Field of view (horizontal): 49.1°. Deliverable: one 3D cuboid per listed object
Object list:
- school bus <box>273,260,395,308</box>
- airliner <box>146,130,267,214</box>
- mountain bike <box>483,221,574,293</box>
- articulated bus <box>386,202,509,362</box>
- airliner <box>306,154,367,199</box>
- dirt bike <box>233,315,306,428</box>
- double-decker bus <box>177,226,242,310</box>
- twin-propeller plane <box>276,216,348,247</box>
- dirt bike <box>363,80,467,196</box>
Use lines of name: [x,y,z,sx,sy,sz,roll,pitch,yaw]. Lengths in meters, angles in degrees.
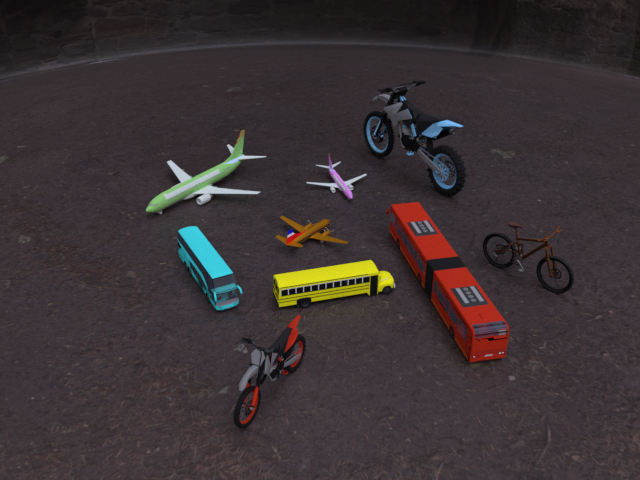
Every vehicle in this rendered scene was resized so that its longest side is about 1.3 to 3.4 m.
school bus: [0.213,0.599,9.708,1.708,0.434,0.365,-8,31,-14]
airliner: [-2.129,-1.197,12.384,2.257,0.835,2.541,21,36,31]
mountain bike: [2.964,0.186,9.983,0.573,0.868,1.469,-26,39,-37]
articulated bus: [1.692,0.444,9.847,0.605,0.561,3.401,-6,31,-10]
airliner: [0.354,-1.144,12.694,1.161,0.429,1.307,-9,32,-15]
dirt bike: [-0.540,1.420,7.882,0.527,0.857,1.493,15,33,24]
double-decker bus: [-1.604,0.396,9.949,0.389,0.541,1.672,-15,34,-24]
twin-propeller plane: [-0.170,-0.159,11.032,1.370,0.407,1.095,22,37,33]
dirt bike: [1.677,-1.970,12.883,1.024,1.666,2.903,-18,35,-28]
